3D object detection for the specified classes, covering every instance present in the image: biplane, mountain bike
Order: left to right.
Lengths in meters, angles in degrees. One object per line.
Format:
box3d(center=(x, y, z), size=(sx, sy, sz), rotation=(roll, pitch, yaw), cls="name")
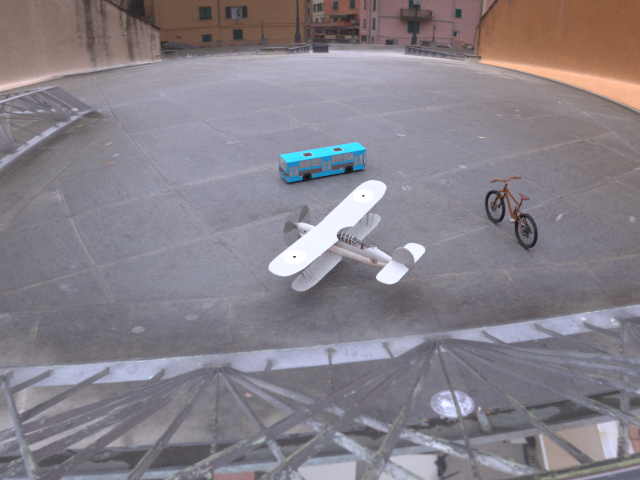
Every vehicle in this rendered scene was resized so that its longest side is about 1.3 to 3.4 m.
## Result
box3d(center=(0.421, 0.111, 10.126), size=(2.120, 0.981, 2.598), rotation=(20, 35, 31), cls="biplane")
box3d(center=(3.091, -0.488, 11.309), size=(0.573, 0.868, 1.469), rotation=(-10, 31, -17), cls="mountain bike")

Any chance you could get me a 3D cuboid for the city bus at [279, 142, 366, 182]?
box3d(center=(0.059, -1.483, 13.499), size=(1.674, 0.460, 0.476), rotation=(-12, 32, -21), cls="city bus")
